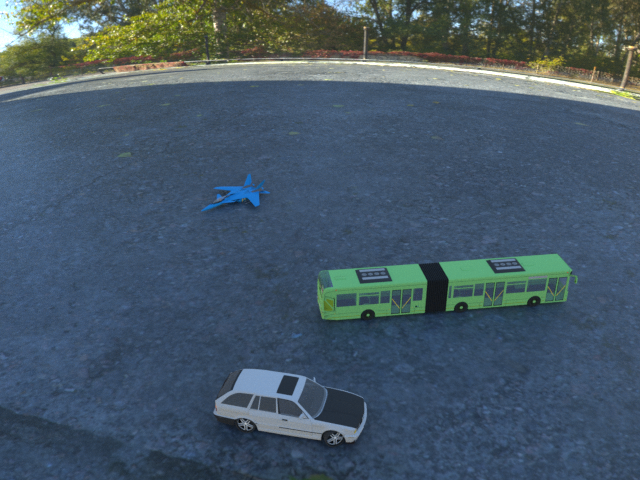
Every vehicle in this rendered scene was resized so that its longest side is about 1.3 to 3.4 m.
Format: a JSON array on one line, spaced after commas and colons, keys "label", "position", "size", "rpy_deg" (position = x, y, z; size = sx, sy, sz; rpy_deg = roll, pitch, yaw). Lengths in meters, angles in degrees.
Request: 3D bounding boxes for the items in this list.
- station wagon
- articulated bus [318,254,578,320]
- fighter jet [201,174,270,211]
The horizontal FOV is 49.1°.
[{"label": "station wagon", "position": [-0.300, 1.720, 7.398], "size": [1.597, 0.473, 0.682], "rpy_deg": [6, 29, 11]}, {"label": "articulated bus", "position": [1.681, 0.625, 9.370], "size": [3.401, 0.561, 0.605], "rpy_deg": [-4, 28, -7]}, {"label": "fighter jet", "position": [-1.571, -0.800, 12.352], "size": [1.147, 0.286, 1.358], "rpy_deg": [23, 36, 37]}]
